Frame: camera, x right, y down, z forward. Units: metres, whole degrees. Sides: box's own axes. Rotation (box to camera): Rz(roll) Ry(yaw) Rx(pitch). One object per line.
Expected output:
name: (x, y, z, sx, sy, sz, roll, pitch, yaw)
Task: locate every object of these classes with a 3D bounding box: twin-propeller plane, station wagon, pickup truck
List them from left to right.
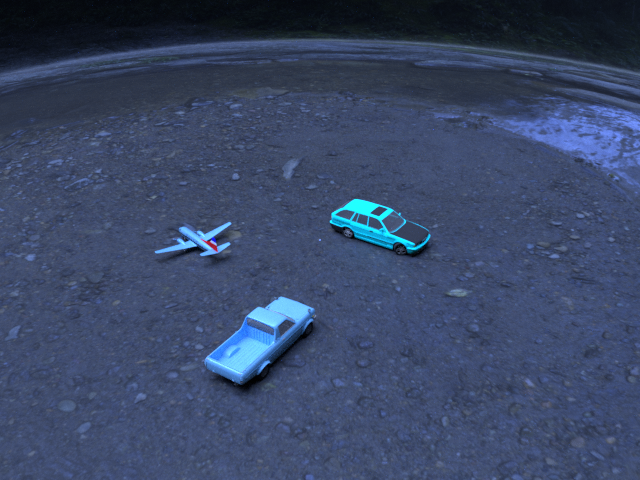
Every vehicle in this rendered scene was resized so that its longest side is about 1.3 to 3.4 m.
twin-propeller plane: (-1.875, -0.034, 10.738, 1.370, 0.407, 1.095, -24, 38, -35)
pickup truck: (-0.696, 1.174, 8.596, 0.640, 0.511, 1.603, 18, 35, 27)
station wagon: (0.950, -0.243, 11.026, 1.597, 0.473, 0.682, 19, 36, 29)
